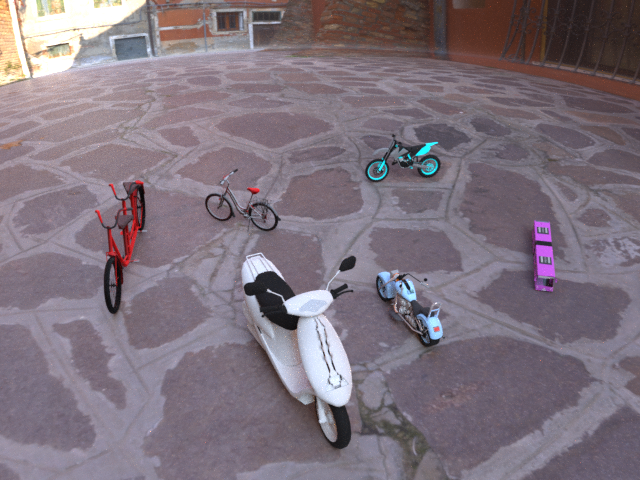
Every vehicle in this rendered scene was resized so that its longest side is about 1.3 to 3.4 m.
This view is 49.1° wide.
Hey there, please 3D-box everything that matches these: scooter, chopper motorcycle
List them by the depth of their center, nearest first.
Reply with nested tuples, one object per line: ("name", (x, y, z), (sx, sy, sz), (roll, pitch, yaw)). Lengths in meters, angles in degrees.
("scooter", (-0.321, 0.937, 7.938), (1.288, 1.786, 2.721), (-14, 33, -23))
("chopper motorcycle", (1.158, 0.767, 9.266), (0.466, 0.761, 1.563), (-12, 32, -20))

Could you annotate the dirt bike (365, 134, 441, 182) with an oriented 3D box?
("dirt bike", (1.578, -1.521, 13.159), (1.493, 0.857, 0.527), (-6, 30, -11))

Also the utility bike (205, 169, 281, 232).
("utility bike", (-1.312, -0.611, 11.483), (1.435, 0.946, 0.535), (12, 32, 21))

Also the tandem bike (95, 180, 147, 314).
("tandem bike", (-2.894, -0.216, 10.413), (0.550, 1.326, 3.192), (-2, 30, -4))

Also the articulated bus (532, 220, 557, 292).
("articulated bus", (3.406, 0.213, 10.707), (0.311, 0.289, 1.749), (7, 31, 12))
